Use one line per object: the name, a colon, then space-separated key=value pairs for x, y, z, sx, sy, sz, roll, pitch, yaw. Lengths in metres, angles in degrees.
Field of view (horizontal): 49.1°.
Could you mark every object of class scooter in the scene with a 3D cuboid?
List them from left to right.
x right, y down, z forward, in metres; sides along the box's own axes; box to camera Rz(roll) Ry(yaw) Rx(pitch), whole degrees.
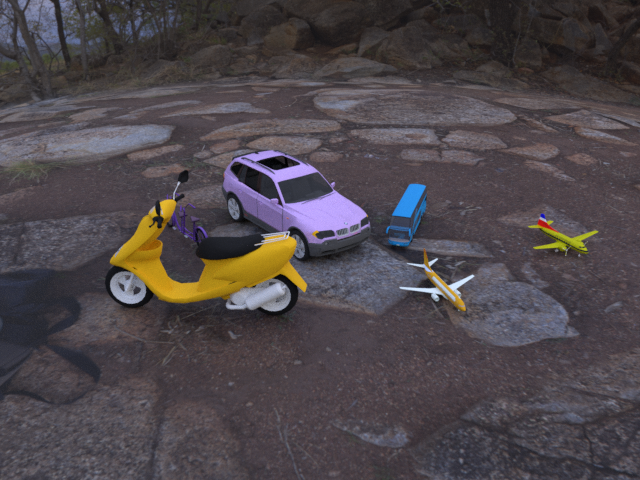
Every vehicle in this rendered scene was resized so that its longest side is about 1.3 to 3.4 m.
scooter: x=-1.532 y=0.144 z=9.063 sx=2.721 sy=1.786 sz=1.288 roll=2 pitch=25 yaw=5

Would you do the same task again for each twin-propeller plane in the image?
twin-propeller plane: x=3.856 y=-0.072 z=11.146 sx=1.370 sy=0.407 sz=1.095 roll=-13 pitch=28 yaw=-25

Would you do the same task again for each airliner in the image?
airliner: x=1.712 y=0.563 z=9.767 sx=1.161 sy=0.429 sz=1.307 roll=-8 pitch=26 yaw=-17

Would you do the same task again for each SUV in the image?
SUV: x=-0.472 y=-0.681 z=11.597 sx=1.276 sy=1.128 sz=3.058 roll=-18 pitch=31 yaw=-33

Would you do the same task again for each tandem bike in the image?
tandem bike: x=-2.203 y=-0.319 z=11.351 sx=0.283 sy=0.682 sz=1.642 roll=-17 pitch=30 yaw=-32

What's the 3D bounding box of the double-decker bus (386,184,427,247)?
double-decker bus: x=1.480 y=-0.417 z=11.726 sx=0.389 sy=0.541 sz=1.672 roll=8 pitch=26 yaw=16
